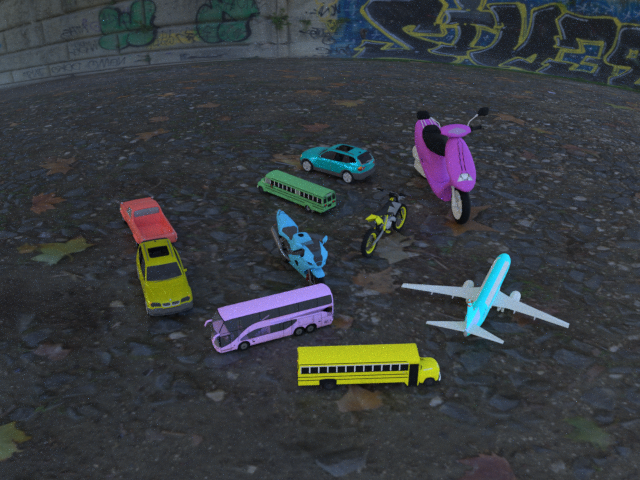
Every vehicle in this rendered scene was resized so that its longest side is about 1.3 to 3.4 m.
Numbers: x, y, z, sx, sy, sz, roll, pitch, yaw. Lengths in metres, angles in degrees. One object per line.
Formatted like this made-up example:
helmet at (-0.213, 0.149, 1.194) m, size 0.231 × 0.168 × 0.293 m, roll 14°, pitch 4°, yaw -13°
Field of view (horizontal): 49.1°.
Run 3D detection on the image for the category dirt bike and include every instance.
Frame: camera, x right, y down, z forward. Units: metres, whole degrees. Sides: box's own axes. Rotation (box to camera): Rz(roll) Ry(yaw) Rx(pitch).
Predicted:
dirt bike at (1.048, -0.335, 11.205) m, size 0.527 × 0.857 × 1.493 m, roll 17°, pitch 33°, yaw 28°

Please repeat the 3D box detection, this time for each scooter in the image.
scooter at (2.200, -1.574, 12.497) m, size 1.288 × 1.786 × 2.721 m, roll -5°, pitch 29°, yaw -9°

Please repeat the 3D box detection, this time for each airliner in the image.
airliner at (2.301, 0.582, 9.557) m, size 2.257 × 0.835 × 2.541 m, roll 13°, pitch 31°, yaw 22°

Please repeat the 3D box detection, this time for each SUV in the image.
SUV at (0.333, -1.590, 13.779) m, size 1.572 × 0.580 × 0.656 m, roll 19°, pitch 34°, yaw 31°
SUV at (-2.249, 0.492, 9.985) m, size 0.656 × 0.580 × 1.572 m, roll -10°, pitch 30°, yaw -17°

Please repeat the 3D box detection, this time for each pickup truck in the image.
pickup truck at (-2.854, -0.332, 11.558) m, size 0.640 × 0.511 × 1.603 m, roll -13°, pitch 32°, yaw -23°

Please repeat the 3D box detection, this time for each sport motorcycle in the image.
sport motorcycle at (-0.292, 0.181, 10.301) m, size 0.506 × 0.821 × 1.520 m, roll -13°, pitch 31°, yaw -23°

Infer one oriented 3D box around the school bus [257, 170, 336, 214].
school bus at (-0.463, -0.895, 12.665) m, size 1.708 × 0.434 × 0.365 m, roll 23°, pitch 36°, yaw 36°

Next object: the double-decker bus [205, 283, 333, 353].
double-decker bus at (-0.633, 1.015, 9.072) m, size 1.672 × 0.541 × 0.389 m, roll -12°, pitch 31°, yaw -21°

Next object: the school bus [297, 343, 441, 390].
school bus at (0.580, 1.492, 8.314) m, size 1.708 × 0.434 × 0.365 m, roll -1°, pitch 29°, yaw -3°
